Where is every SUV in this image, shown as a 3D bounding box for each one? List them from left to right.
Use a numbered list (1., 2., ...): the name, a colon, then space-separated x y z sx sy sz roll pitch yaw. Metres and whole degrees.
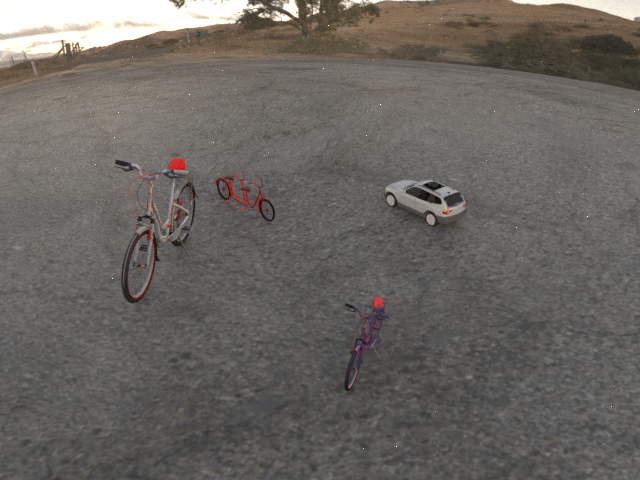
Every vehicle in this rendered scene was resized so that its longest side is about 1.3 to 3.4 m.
1. SUV: 1.810 -0.748 12.123 0.656 0.580 1.572 -21 35 -33

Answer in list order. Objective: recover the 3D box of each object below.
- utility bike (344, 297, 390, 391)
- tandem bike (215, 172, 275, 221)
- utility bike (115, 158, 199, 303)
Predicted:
1. utility bike: 0.602 1.112 8.319 0.535 0.946 1.435 10 30 19
2. tandem bike: -1.326 -0.839 12.183 0.283 0.682 1.642 -25 37 -38
3. utility bike: -2.205 -0.392 10.150 1.039 1.839 2.791 5 29 9
